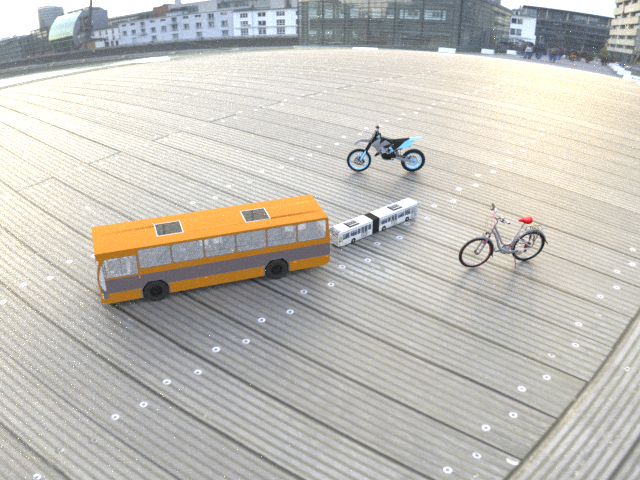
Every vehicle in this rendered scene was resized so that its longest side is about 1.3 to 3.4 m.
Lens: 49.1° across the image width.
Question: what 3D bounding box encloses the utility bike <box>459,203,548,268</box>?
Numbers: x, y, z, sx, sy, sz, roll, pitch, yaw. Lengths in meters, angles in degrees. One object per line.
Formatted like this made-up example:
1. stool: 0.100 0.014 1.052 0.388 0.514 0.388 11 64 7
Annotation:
1. utility bike: 2.733 -0.018 10.204 1.435 0.946 0.535 -7 30 -12

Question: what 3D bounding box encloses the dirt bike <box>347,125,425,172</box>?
1. dirt bike: 1.253 -1.676 13.194 1.493 0.857 0.527 0 30 -1

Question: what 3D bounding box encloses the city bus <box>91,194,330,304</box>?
1. city bus: -1.515 0.130 9.996 3.255 0.894 0.926 -10 31 -16

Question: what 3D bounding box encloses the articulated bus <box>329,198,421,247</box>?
1. articulated bus: 0.900 -0.299 11.357 1.749 0.289 0.311 -21 36 -32
